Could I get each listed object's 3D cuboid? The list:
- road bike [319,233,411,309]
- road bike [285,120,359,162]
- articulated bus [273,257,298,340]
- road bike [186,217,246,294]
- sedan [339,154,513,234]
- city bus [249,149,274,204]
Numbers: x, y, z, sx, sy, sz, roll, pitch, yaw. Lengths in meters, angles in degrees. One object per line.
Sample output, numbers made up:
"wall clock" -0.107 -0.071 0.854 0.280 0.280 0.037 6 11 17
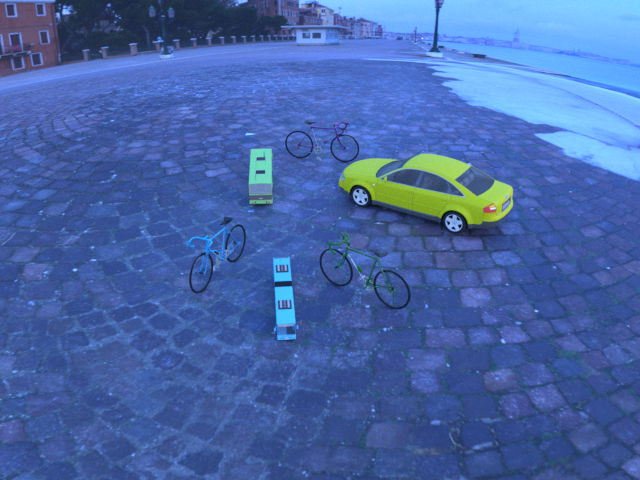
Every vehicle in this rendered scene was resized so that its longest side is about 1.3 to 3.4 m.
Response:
"road bike" 0.605 0.427 9.768 1.545 0.852 0.358 21 35 32
"road bike" 0.036 -2.014 14.175 1.545 0.852 0.358 6 30 11
"articulated bus" -0.505 0.774 9.724 0.311 0.289 1.749 -2 29 -4
"road bike" -1.488 0.150 10.270 0.358 0.852 1.545 12 31 21
"sedan" 1.788 -0.981 12.220 3.137 0.940 1.235 18 34 29
"city bus" -1.098 -1.187 13.087 0.476 0.460 1.674 -2 29 -3
